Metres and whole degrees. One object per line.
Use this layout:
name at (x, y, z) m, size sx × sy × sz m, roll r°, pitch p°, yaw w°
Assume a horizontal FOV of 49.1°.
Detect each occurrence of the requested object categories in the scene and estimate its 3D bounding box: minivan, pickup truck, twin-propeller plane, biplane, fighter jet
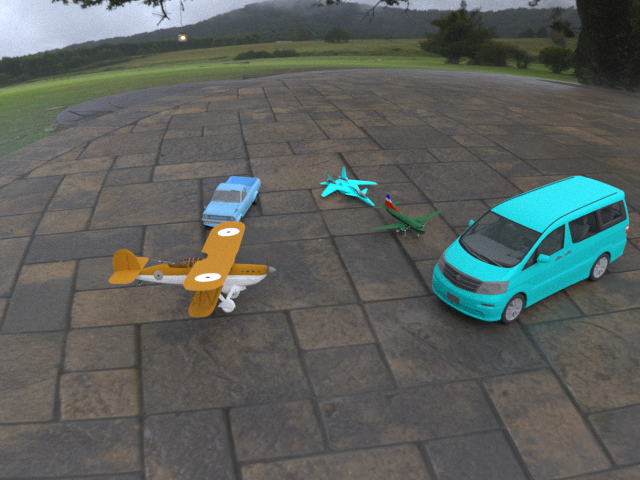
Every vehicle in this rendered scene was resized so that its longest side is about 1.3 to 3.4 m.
minivan at (2.908, 0.061, 9.549) m, size 3.011 × 1.197 × 1.324 m, roll -18°, pitch 33°, yaw -32°
pickup truck at (-1.469, -0.703, 11.780) m, size 0.640 × 0.511 × 1.603 m, roll 5°, pitch 28°, yaw 9°
twin-propeller plane at (1.354, -0.389, 11.283) m, size 1.370 × 0.407 × 1.095 m, roll -15°, pitch 31°, yaw -26°
biplane at (-1.627, 0.399, 9.129) m, size 2.120 × 0.981 × 2.598 m, roll 0°, pitch 27°, yaw 1°
fighter jet at (0.588, -0.928, 12.461) m, size 1.147 × 0.286 × 1.358 m, roll -15°, pitch 31°, yaw -27°
